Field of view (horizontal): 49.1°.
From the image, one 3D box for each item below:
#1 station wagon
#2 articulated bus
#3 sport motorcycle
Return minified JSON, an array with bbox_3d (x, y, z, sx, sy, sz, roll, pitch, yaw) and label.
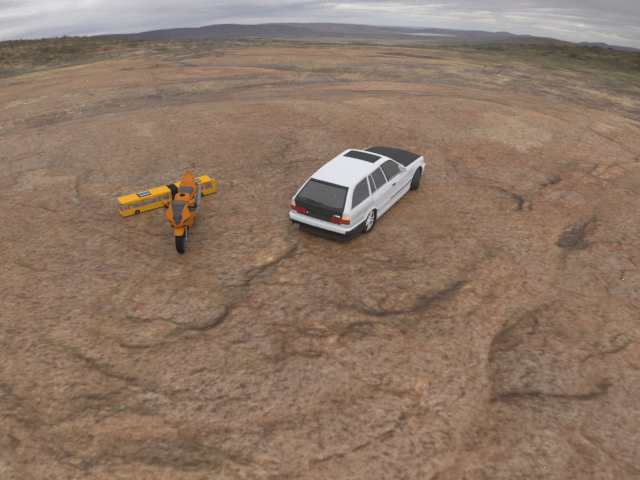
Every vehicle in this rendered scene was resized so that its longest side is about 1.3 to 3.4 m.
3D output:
[{"bbox_3d":[0.741,-1.034,11.912,1.327,0.920,3.105,17,34,27],"label":"station wagon"},{"bbox_3d":[-2.634,-0.777,12.098,1.749,0.289,0.311,-18,35,-29],"label":"articulated bus"},{"bbox_3d":[-2.128,-0.451,11.009,0.506,0.821,1.520,-1,30,-1],"label":"sport motorcycle"}]
